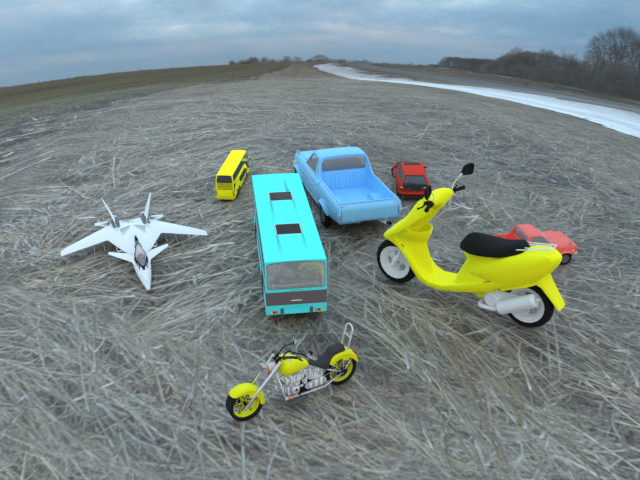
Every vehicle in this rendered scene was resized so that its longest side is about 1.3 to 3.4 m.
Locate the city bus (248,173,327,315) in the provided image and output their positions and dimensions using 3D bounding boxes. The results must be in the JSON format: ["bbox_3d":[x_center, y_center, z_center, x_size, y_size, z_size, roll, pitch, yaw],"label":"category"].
[{"bbox_3d":[-0.518,-0.015,10.356,0.926,0.894,3.255,-3,26,-7],"label":"city bus"}]

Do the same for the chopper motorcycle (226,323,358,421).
[{"bbox_3d":[-0.277,1.404,7.510,1.563,0.761,0.466,-14,29,-27],"label":"chopper motorcycle"}]

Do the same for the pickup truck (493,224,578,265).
[{"bbox_3d":[3.070,0.070,10.624,1.603,0.511,0.640,-5,26,-10],"label":"pickup truck"}]

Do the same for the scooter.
[{"bbox_3d":[1.913,0.053,9.169,2.721,1.786,1.288,18,31,33],"label":"scooter"}]

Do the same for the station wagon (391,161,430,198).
[{"bbox_3d":[1.756,-1.256,13.474,0.682,0.473,1.597,1,25,1],"label":"station wagon"}]

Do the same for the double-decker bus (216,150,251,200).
[{"bbox_3d":[-1.661,-1.277,13.439,0.389,0.541,1.672,2,25,4],"label":"double-decker bus"}]

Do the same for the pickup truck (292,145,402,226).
[{"bbox_3d":[0.398,-1.082,12.496,1.244,0.993,3.117,-7,26,-14],"label":"pickup truck"}]

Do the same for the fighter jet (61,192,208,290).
[{"bbox_3d":[-2.806,0.004,10.710,2.229,0.557,2.640,-9,27,-18],"label":"fighter jet"}]
